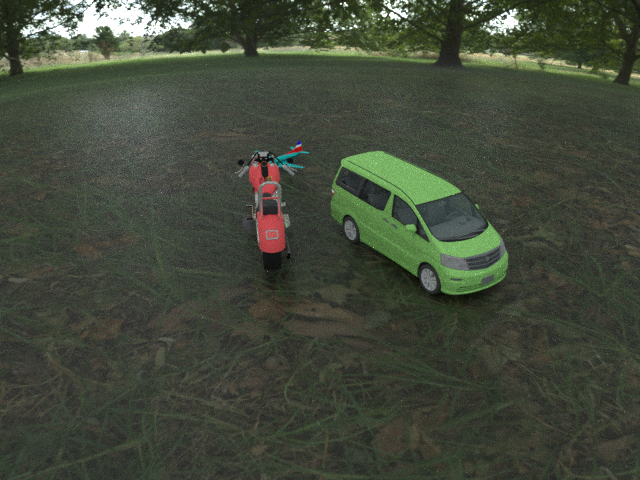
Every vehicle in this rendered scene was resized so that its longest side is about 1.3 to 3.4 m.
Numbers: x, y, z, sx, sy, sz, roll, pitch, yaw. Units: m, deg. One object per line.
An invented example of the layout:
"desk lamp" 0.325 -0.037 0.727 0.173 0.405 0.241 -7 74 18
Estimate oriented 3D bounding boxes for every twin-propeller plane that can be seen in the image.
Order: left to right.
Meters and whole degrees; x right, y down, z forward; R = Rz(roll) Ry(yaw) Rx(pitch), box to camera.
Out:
"twin-propeller plane" -0.734 -1.639 13.737 1.370 0.407 1.095 23 35 38

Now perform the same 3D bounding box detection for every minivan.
"minivan" 1.391 -0.317 10.215 1.324 1.197 3.011 -16 31 -29

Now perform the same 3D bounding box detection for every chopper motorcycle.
"chopper motorcycle" -0.822 -0.710 10.683 0.906 1.480 3.040 -3 27 -7
